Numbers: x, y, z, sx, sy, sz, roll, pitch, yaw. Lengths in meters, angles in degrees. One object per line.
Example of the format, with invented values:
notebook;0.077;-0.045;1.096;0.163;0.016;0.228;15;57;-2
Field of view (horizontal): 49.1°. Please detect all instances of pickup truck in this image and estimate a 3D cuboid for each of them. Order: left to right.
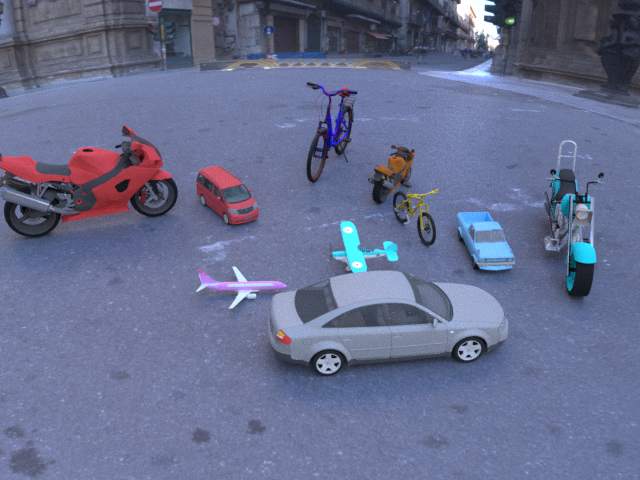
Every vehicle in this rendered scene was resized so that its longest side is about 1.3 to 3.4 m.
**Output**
pickup truck;2.664;-0.053;11.372;0.640;0.511;1.603;-1;28;-3

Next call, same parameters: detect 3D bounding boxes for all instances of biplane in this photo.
biplane;0.670;0.219;10.864;1.090;0.504;1.336;-3;28;-6

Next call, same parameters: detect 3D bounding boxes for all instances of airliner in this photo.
airliner;-1.139;0.594;10.237;1.307;0.429;1.161;-2;28;-3

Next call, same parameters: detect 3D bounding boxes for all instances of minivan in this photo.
minivan;-1.693;-0.821;12.711;0.681;0.616;1.548;-17;32;-29

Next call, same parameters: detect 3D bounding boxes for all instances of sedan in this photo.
sedan;0.888;0.947;9.025;3.137;0.940;1.235;-4;28;-7

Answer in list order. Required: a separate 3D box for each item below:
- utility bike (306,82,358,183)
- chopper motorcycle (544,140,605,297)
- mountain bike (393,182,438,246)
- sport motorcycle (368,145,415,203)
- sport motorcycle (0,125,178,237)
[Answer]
utility bike;0.348;-2.359;14.307;1.039;1.839;2.791;10;29;17
chopper motorcycle;3.973;-0.412;11.015;0.906;1.480;3.040;5;28;9
mountain bike;1.589;-0.515;11.862;0.573;0.868;1.469;-10;30;-19
sport motorcycle;1.394;-1.269;13.336;0.506;0.821;1.520;16;32;28
sport motorcycle;-3.927;-0.957;11.920;2.955;1.596;0.983;-11;30;-20
